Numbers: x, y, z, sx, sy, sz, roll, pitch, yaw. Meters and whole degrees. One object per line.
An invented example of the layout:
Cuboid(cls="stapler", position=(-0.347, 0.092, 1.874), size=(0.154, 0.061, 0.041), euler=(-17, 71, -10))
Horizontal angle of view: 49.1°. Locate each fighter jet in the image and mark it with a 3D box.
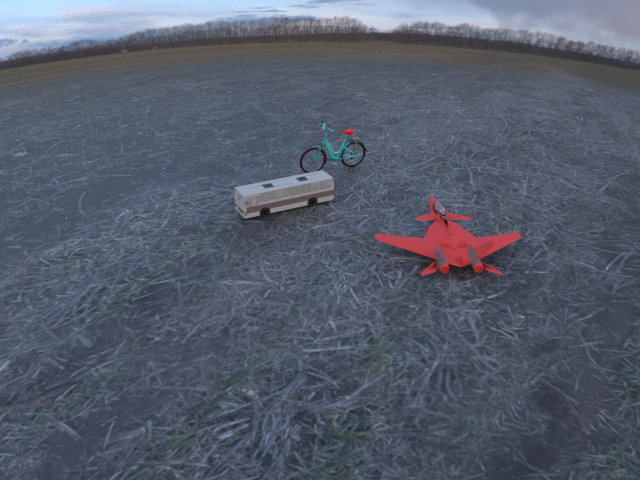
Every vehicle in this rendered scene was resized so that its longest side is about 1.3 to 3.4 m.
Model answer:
Cuboid(cls="fighter jet", position=(1.947, -0.283, 10.820), size=(2.229, 0.557, 2.640), euler=(-1, 28, -1))

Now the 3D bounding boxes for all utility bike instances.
Cuboid(cls="utility bike", position=(0.299, -1.732, 13.158), size=(1.435, 0.946, 0.535), euler=(-12, 30, -21))

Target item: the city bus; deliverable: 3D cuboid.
Cuboid(cls="city bus", position=(-0.591, -0.762, 11.837), size=(1.674, 0.460, 0.476), euler=(-14, 31, -24))
